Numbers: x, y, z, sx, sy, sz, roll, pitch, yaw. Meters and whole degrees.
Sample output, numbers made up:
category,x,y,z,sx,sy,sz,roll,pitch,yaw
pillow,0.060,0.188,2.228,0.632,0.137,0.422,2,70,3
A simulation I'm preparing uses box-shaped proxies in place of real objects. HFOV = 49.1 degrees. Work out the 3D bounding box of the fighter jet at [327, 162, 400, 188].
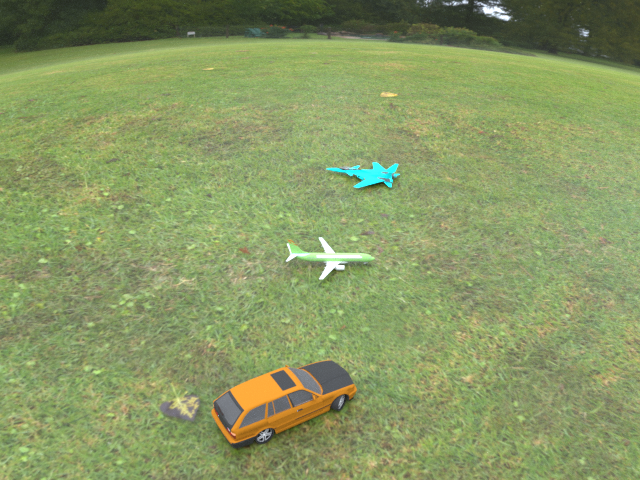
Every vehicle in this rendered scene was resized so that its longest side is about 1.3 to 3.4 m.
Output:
category,x,y,z,sx,sy,sz,roll,pitch,yaw
fighter jet,0.750,-1.289,12.920,1.358,0.286,1.147,11,32,18

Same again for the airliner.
category,x,y,z,sx,sy,sz,roll,pitch,yaw
airliner,0.158,0.175,10.281,1.307,0.429,1.161,0,30,0

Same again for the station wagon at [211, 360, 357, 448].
category,x,y,z,sx,sy,sz,roll,pitch,yaw
station wagon,-0.364,1.693,7.647,1.597,0.473,0.682,-17,34,-26
